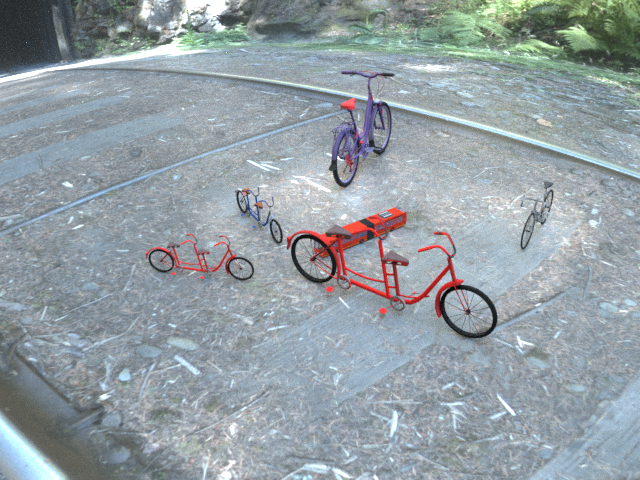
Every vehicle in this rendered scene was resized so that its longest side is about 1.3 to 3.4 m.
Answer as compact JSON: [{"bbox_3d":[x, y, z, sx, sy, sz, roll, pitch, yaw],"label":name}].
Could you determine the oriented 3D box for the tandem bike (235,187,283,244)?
[{"bbox_3d":[-1.015,-0.522,11.401,0.283,0.682,1.642,-17,35,-27],"label":"tandem bike"}]

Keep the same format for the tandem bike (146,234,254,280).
[{"bbox_3d":[-1.753,0.236,10.115,1.642,0.682,0.283,5,31,9],"label":"tandem bike"}]

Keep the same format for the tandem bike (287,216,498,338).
[{"bbox_3d":[0.862,0.343,9.299,3.192,1.326,0.550,18,35,28],"label":"tandem bike"}]

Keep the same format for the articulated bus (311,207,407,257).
[{"bbox_3d":[0.652,-0.140,11.139,1.749,0.289,0.311,-21,36,-31],"label":"articulated bus"}]

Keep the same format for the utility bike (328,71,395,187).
[{"bbox_3d":[0.720,-2.193,13.095,1.039,1.839,2.791,14,33,23],"label":"utility bike"}]

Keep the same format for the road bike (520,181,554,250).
[{"bbox_3d":[3.475,-0.450,11.111,0.358,0.852,1.545,18,35,28],"label":"road bike"}]
